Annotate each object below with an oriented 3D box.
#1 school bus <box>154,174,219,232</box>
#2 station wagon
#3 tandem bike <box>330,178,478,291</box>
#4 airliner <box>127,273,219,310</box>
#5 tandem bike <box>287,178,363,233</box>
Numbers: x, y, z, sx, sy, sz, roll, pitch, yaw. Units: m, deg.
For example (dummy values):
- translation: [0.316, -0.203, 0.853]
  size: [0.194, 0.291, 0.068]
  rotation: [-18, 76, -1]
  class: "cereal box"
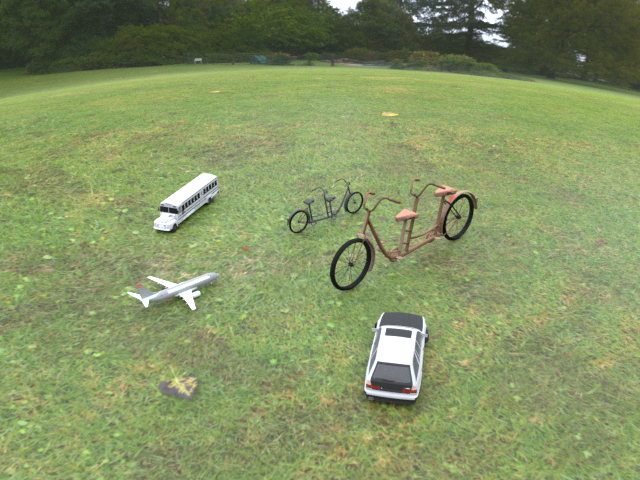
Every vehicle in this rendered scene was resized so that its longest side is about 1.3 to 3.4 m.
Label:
- translation: [-2.281, -0.644, 11.972]
  size: [0.365, 0.434, 1.708]
  rotation: [9, 28, 18]
  class: "school bus"
- translation: [0.906, 1.253, 8.140]
  size: [0.682, 0.473, 1.597]
  rotation: [5, 27, 10]
  class: "station wagon"
- translation: [1.329, -0.261, 10.212]
  size: [3.192, 1.326, 0.550]
  rotation: [-22, 34, -37]
  class: "tandem bike"
- translation: [-1.917, 0.581, 9.530]
  size: [1.307, 0.429, 1.161]
  rotation: [-22, 34, -37]
  class: "airliner"
- translation: [0.111, -0.587, 11.581]
  size: [1.642, 0.682, 0.283]
  rotation: [-20, 33, -34]
  class: "tandem bike"
